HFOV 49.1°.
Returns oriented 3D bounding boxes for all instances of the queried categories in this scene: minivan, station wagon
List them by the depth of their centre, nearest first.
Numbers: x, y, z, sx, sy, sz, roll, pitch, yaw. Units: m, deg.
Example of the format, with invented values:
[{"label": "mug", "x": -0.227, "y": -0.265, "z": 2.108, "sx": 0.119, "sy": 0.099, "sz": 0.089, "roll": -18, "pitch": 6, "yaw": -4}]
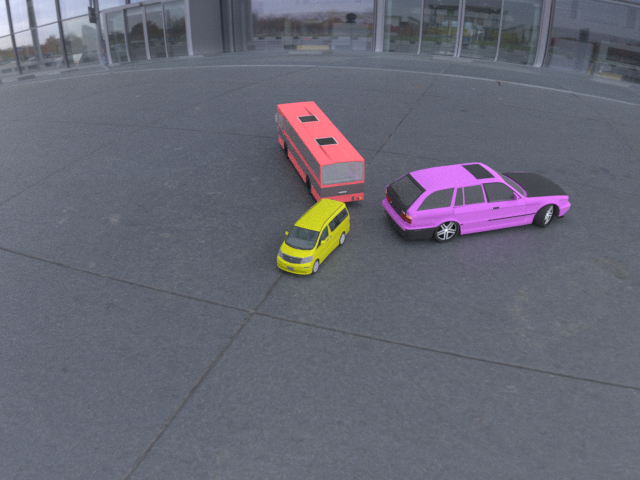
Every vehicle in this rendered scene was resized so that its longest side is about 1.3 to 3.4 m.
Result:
[{"label": "minivan", "x": -0.090, "y": -0.063, "z": 10.815, "sx": 0.681, "sy": 0.616, "sz": 1.548, "roll": 14, "pitch": 33, "yaw": 23}, {"label": "station wagon", "x": 2.654, "y": -0.747, "z": 11.705, "sx": 3.105, "sy": 0.920, "sz": 1.327, "roll": -8, "pitch": 31, "yaw": -14}]

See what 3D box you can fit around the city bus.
[{"label": "city bus", "x": -0.062, "y": -1.692, "z": 13.385, "sx": 0.926, "sy": 0.894, "sz": 3.255, "roll": -8, "pitch": 31, "yaw": -14}]
